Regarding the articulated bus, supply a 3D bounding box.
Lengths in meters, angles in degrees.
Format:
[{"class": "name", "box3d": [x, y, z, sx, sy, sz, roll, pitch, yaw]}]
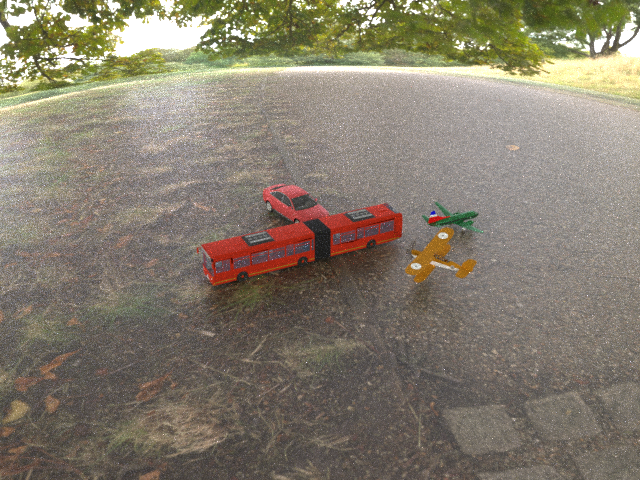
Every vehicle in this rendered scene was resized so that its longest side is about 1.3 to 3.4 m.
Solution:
[{"class": "articulated bus", "box3d": [-0.236, 0.032, 11.221, 3.401, 0.561, 0.605, -13, 31, -24]}]

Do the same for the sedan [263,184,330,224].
[{"class": "sedan", "box3d": [-0.429, -0.646, 12.574, 0.635, 0.483, 1.613, -19, 33, -31]}]

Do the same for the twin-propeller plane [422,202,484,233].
[{"class": "twin-propeller plane", "box3d": [2.337, -0.413, 12.219, 1.095, 0.407, 1.370, -13, 31, -24]}]

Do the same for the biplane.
[{"class": "biplane", "box3d": [1.826, 0.331, 10.723, 1.090, 0.504, 1.336, 18, 33, 30]}]
